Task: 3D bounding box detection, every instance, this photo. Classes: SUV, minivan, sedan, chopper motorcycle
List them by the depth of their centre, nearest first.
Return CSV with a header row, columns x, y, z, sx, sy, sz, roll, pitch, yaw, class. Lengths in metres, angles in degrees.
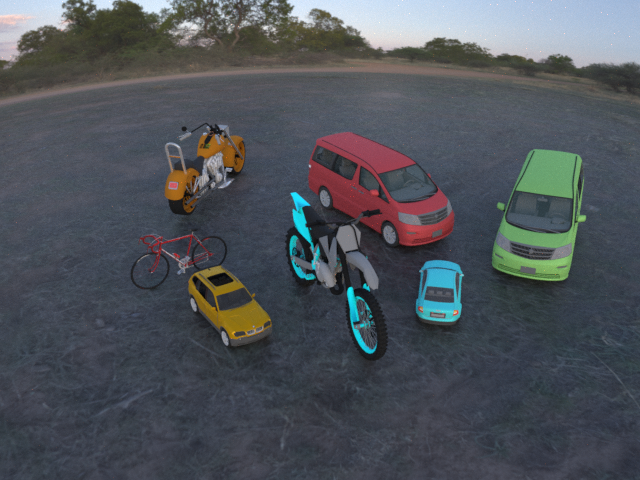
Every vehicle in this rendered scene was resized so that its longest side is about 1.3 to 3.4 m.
x,y,z,sx,sy,sz,roll,pitch,yaw,class
-1.244,0.847,9.437,0.656,0.580,1.572,-17,31,-29,SUV
1.706,0.655,9.924,0.635,0.483,1.613,5,27,10,sedan
3.607,-0.465,11.345,1.324,1.197,3.011,10,29,20,minivan
1.031,-0.938,12.281,1.324,1.197,3.011,-18,32,-31,minivan
-2.088,-1.550,13.177,0.906,1.480,3.040,8,28,15,chopper motorcycle

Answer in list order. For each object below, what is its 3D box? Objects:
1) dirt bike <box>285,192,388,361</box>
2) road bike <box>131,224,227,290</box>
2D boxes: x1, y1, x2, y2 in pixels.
x,y,z,sx,sy,sz,roll,pitch,yaw,class
0.161,0.306,9.302,1.024,1.666,2.903,-12,29,-22,dirt bike
-2.077,0.218,10.378,1.545,0.852,0.358,-17,31,-30,road bike
